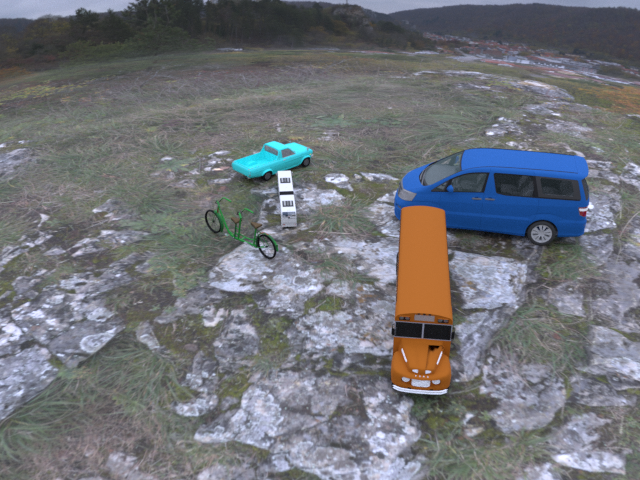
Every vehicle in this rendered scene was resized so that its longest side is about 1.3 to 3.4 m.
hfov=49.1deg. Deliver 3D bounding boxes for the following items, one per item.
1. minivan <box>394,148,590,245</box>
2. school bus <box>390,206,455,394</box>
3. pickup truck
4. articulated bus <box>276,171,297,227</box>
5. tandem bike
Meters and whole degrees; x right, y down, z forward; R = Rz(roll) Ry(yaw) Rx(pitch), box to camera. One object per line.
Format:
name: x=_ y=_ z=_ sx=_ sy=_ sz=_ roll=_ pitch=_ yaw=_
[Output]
minivan: x=2.720 y=-0.793 z=11.233 sx=3.011 sy=1.197 sz=1.324 roll=7 pitch=30 yaw=12
school bus: x=1.309 y=0.656 z=9.015 sx=0.709 sy=0.844 sz=3.322 roll=4 pitch=30 yaw=6
pickup truck: x=-0.882 y=-1.553 z=13.286 sx=1.603 sy=0.511 sz=0.640 roll=-24 pitch=37 yaw=-36
articulated bus: x=-0.574 y=-0.732 z=12.052 sx=0.311 sy=0.289 sz=1.749 roll=-3 pitch=29 yaw=-4
tandem bike: x=-1.235 y=-0.213 z=10.727 sx=1.642 sy=0.682 sz=0.283 roll=23 pitch=37 yaw=35
